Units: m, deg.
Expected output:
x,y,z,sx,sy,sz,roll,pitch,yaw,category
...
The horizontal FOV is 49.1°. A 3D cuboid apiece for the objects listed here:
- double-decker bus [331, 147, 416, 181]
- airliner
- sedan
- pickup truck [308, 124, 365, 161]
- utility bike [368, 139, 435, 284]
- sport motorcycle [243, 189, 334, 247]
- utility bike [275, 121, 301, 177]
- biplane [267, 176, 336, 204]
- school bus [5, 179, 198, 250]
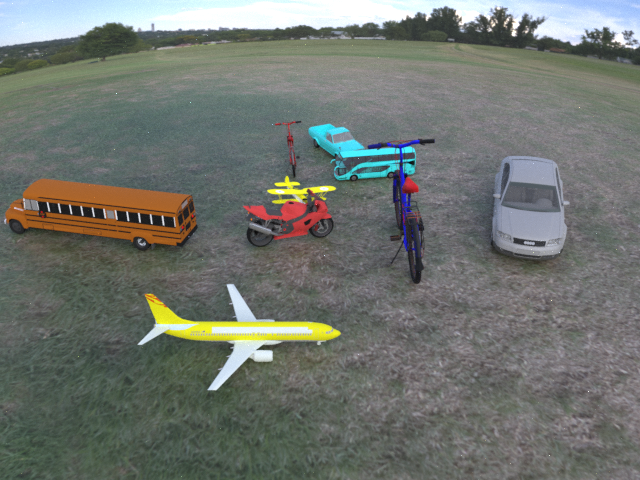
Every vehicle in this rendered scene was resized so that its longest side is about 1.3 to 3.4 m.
x,y,z,sx,sy,sz,roll,pitch,yaw,category
1.063,-1.510,13.886,1.672,0.541,0.389,-5,30,-9,double-decker bus
-0.997,1.038,9.094,2.541,0.835,2.257,0,30,-1,airliner
3.612,-0.717,12.083,1.235,0.940,3.137,7,30,12,sedan
0.346,-2.151,15.048,0.640,0.511,1.603,-15,33,-24,pickup truck
1.267,-0.584,10.936,1.039,1.839,2.791,-1,30,-2,utility bike
-0.500,-0.332,11.524,1.520,0.821,0.506,-8,31,-14,sport motorcycle
-0.624,-1.888,14.142,0.535,0.946,1.435,-2,30,-4,utility bike
-0.392,-0.847,12.754,1.336,0.504,1.090,-14,33,-24,biplane
-3.743,-0.459,11.725,3.322,0.844,0.709,7,30,12,school bus
